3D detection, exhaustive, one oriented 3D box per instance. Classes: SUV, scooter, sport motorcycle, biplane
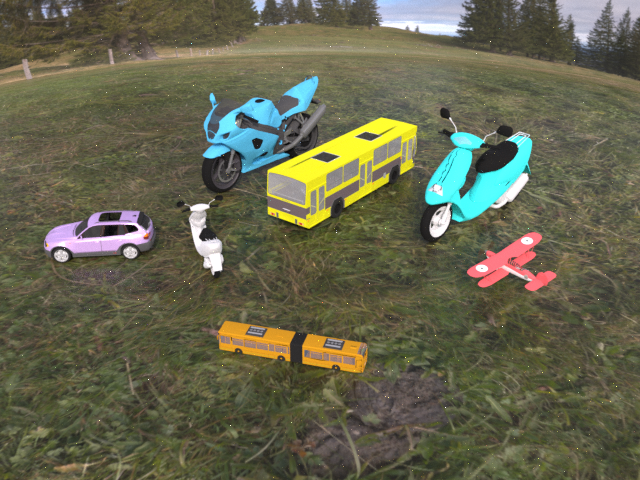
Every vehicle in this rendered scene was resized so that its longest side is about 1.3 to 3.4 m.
[{"bbox_3d":[-3.209,-0.088,10.210,1.572,0.580,0.656,-3,28,-5],"label":"SUV"},{"bbox_3d":[-1.625,-0.107,9.889,0.662,0.919,1.399,-11,30,-19],"label":"scooter"},{"bbox_3d":[-1.012,-1.942,12.576,0.983,1.596,2.955,22,35,34],"label":"sport motorcycle"},{"bbox_3d":[2.602,0.381,9.419,1.336,0.504,1.090,-19,34,-31],"label":"biplane"},{"bbox_3d":[2.495,-1.117,10.847,2.721,1.786,1.288,-24,36,-37],"label":"scooter"}]

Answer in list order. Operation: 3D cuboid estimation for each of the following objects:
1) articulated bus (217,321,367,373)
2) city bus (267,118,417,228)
[{"bbox_3d":[-0.334,1.227,8.078,1.749,0.289,0.311,7,29,13],"label":"articulated bus"},{"bbox_3d":[0.471,-1.175,11.894,0.926,0.894,3.255,20,34,32],"label":"city bus"}]
